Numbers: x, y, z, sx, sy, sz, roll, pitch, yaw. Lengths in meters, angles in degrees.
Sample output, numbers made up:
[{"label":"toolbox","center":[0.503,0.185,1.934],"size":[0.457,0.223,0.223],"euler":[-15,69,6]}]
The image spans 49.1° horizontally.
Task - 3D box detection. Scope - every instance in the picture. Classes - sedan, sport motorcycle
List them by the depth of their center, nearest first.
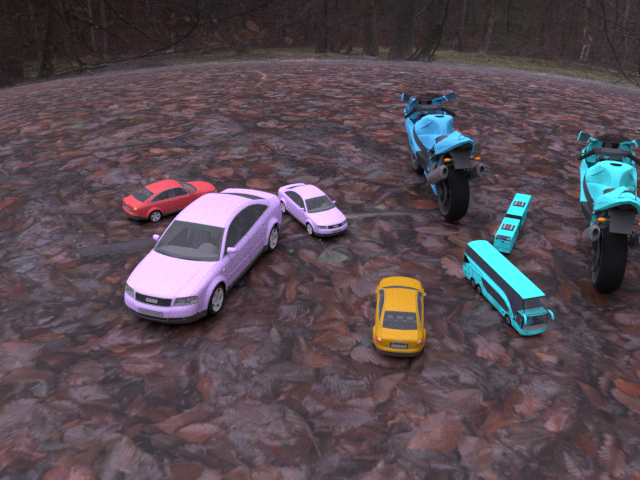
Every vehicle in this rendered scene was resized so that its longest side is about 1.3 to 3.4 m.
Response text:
[{"label":"sedan","center":[0.975,0.836,8.532],"size":[0.635,0.483,1.613],"euler":[3,27,6]},{"label":"sedan","center":[-1.511,0.029,9.600],"size":[1.235,0.940,3.137],"euler":[9,29,17]},{"label":"sport motorcycle","center":[4.075,-0.492,9.894],"size":[0.983,1.596,2.955],"euler":[7,28,14]},{"label":"sedan","center":[-0.132,-0.543,11.210],"size":[0.635,0.483,1.613],"euler":[-14,30,-25]},{"label":"sedan","center":[-2.453,-0.731,11.575],"size":[1.613,0.483,0.635],"euler":[-20,33,-33]},{"label":"sport motorcycle","center":[1.995,-1.506,11.865],"size":[0.983,1.596,2.955],"euler":[-3,27,-7]}]

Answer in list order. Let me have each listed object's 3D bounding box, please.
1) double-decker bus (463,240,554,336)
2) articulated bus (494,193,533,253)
[{"label":"double-decker bus","center":[2.347,0.599,8.928],"size":[0.389,0.541,1.672],"euler":[-7,28,-14]},{"label":"articulated bus","center":[3.019,-0.285,10.921],"size":[0.311,0.289,1.749],"euler":[12,29,21]}]
